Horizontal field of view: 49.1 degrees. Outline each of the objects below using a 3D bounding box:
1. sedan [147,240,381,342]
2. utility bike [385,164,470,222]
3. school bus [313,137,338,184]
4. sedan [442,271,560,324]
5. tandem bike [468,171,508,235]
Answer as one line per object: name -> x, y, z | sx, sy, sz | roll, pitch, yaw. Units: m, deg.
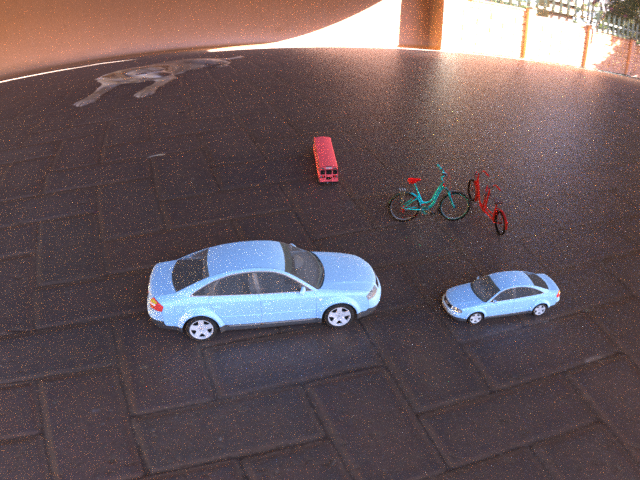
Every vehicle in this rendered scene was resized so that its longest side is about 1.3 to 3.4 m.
sedan -> -0.733, 0.559, 9.402 | 3.137, 0.940, 1.235 | -4, 31, -7
utility bike -> 1.792, -0.757, 11.619 | 1.435, 0.946, 0.535 | -1, 31, -2
school bus -> 0.092, -1.577, 13.504 | 0.365, 0.434, 1.708 | -2, 31, -4
sedan -> 2.471, 0.730, 9.561 | 1.613, 0.483, 0.635 | -6, 31, -10
tandem bike -> 2.806, -0.685, 11.756 | 0.283, 0.682, 1.642 | -6, 31, -9
